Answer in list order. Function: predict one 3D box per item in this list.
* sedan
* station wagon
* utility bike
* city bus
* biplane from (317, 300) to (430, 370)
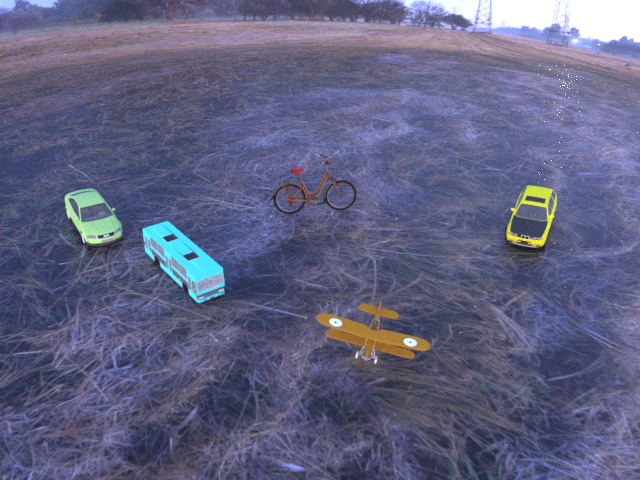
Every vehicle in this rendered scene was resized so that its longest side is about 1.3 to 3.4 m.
[{"bbox_3d":[-3.593,-0.419,11.049,0.635,0.483,1.613,-16,33,-26],"label":"sedan"},{"bbox_3d":[3.364,-0.418,11.059,0.682,0.473,1.597,12,32,20],"label":"station wagon"},{"bbox_3d":[-0.112,-0.909,11.445,1.435,0.946,0.535,-4,30,-7],"label":"utility bike"},{"bbox_3d":[-1.930,0.298,9.812,0.476,0.460,1.674,-20,35,-31],"label":"city bus"},{"bbox_3d":[0.652,1.110,8.339,1.336,0.504,1.090,7,30,11],"label":"biplane"}]
